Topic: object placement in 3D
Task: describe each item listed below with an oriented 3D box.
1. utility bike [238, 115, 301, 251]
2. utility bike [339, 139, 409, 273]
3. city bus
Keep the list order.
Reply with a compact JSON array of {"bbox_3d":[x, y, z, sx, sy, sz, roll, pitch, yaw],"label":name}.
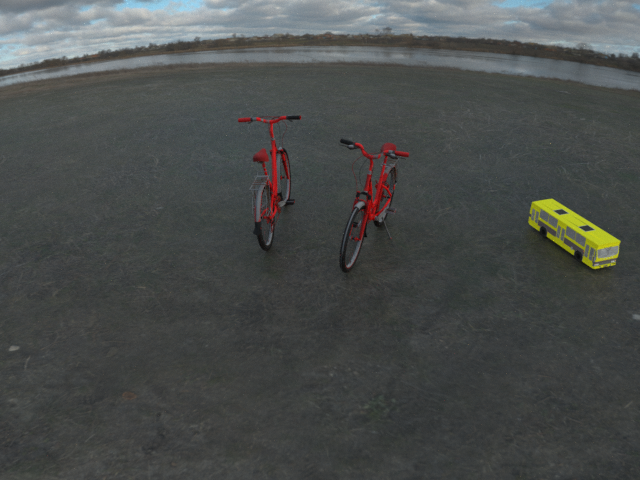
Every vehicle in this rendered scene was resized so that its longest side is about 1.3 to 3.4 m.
[{"bbox_3d":[-0.864,-1.061,11.439,1.039,1.839,2.791,3,28,6],"label":"utility bike"},{"bbox_3d":[0.905,-0.729,10.798,1.039,1.839,2.791,10,29,18],"label":"utility bike"},{"bbox_3d":[3.984,-0.107,11.097,0.476,0.460,1.674,-9,29,-18],"label":"city bus"}]
